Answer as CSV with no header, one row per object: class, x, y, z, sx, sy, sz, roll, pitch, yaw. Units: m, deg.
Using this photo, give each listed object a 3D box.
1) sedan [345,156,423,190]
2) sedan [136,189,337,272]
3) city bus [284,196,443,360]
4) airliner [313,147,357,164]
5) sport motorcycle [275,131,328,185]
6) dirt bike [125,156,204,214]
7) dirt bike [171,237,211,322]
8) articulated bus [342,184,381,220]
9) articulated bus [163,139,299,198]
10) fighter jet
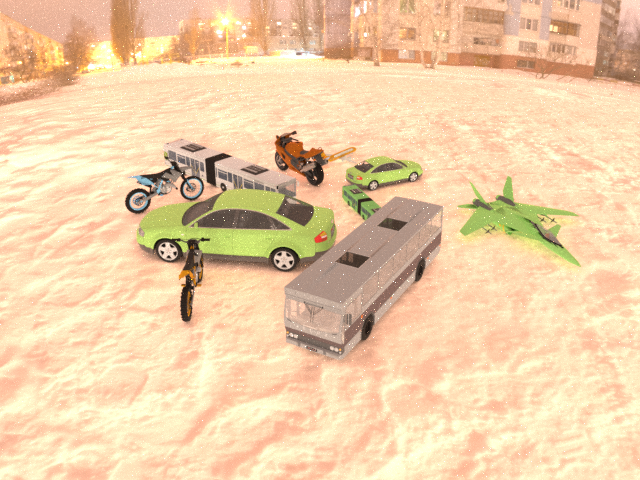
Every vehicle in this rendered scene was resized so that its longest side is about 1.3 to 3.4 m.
sedan,1.267,-1.361,13.580,1.613,0.483,0.635,-13,29,-25
sedan,-1.306,-0.254,10.832,3.137,0.940,1.235,4,27,8
city bus,0.705,0.418,9.527,0.926,0.894,3.255,14,30,26
airliner,0.388,-1.856,14.641,1.161,0.429,1.307,19,32,33
sport motorcycle,-0.421,-1.609,13.701,0.506,0.821,1.520,-20,33,-35
dirt bike,-2.755,-0.988,12.407,1.493,0.857,0.527,-17,31,-30
dirt bike,-1.754,0.434,9.538,0.527,0.857,1.493,0,26,0
articulated bus,0.829,-0.539,12.141,0.311,0.289,1.749,-10,28,-19
articulated bus,-1.782,-1.291,13.351,3.401,0.561,0.605,22,34,38
fighter jet,3.401,-0.308,11.372,2.229,0.557,2.640,-9,28,-18
